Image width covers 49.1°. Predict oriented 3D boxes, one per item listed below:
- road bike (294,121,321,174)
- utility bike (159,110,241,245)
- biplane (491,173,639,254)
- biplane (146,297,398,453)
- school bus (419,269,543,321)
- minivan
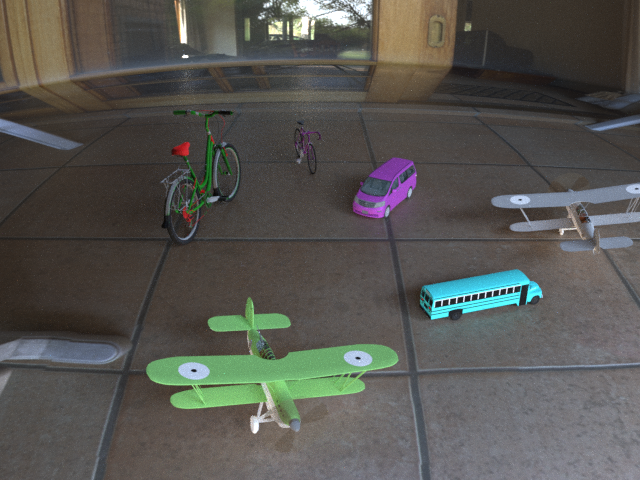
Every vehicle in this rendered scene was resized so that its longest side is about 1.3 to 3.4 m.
[{"bbox_3d":[-0.297,-1.881,13.801,0.358,0.852,1.545,-8,29,-15],"label":"road bike"},{"bbox_3d":[-1.981,-1.143,11.326,1.039,1.839,2.791,8,29,15],"label":"utility bike"},{"bbox_3d":[3.950,-0.313,10.664,2.598,0.981,2.120,3,28,5],"label":"biplane"},{"bbox_3d":[-0.512,1.350,7.484,2.598,0.981,2.120,-9,29,-16],"label":"biplane"},{"bbox_3d":[2.173,0.713,9.291,1.708,0.434,0.365,-9,29,-16],"label":"school bus"},{"bbox_3d":[1.141,-0.915,12.210,0.681,0.616,1.548,15,31,27],"label":"minivan"}]
